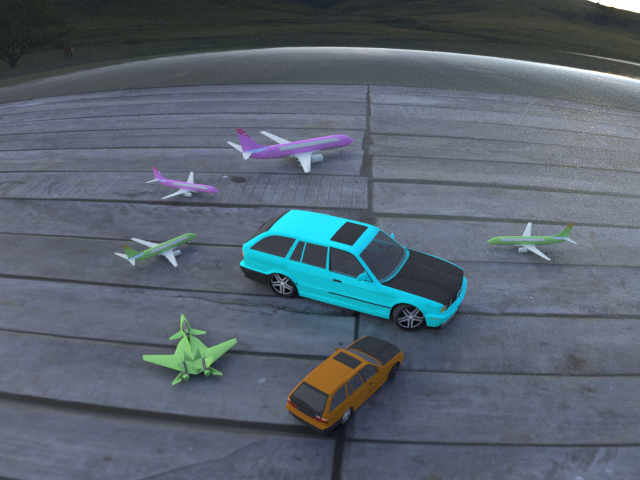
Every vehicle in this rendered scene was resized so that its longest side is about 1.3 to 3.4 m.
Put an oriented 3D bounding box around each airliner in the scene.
[{"bbox_3d":[-2.401,0.045,10.579,1.161,0.429,1.307,26,39,37],"label":"airliner"},{"bbox_3d":[3.247,-0.074,10.786,1.307,0.429,1.161,0,30,1],"label":"airliner"},{"bbox_3d":[-0.455,-1.968,13.676,2.541,0.835,2.257,-14,33,-22],"label":"airliner"},{"bbox_3d":[-2.412,-1.050,12.485,1.307,0.429,1.161,8,31,14],"label":"airliner"}]

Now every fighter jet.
[{"bbox_3d":[-1.624,1.227,8.664,1.147,0.286,1.358,-9,31,-15],"label":"fighter jet"}]

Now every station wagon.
[{"bbox_3d":[0.459,0.311,9.622,3.105,0.920,1.327,13,32,22],"label":"station wagon"},{"bbox_3d":[0.328,1.527,7.954,0.682,0.473,1.597,22,36,33],"label":"station wagon"}]
